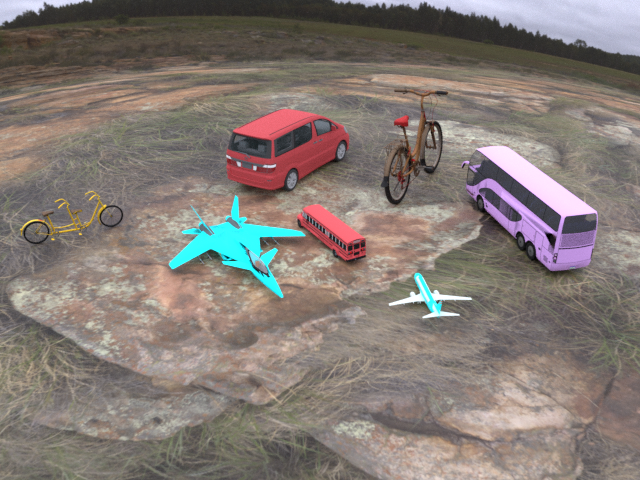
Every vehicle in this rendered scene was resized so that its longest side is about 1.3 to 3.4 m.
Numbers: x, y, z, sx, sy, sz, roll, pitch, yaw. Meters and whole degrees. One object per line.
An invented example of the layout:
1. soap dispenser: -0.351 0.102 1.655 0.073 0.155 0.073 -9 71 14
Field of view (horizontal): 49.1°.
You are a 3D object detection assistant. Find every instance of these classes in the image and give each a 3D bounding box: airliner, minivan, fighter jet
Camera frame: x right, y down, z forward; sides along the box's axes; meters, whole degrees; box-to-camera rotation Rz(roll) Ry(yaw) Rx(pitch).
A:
1. airliner: 1.499 0.695 9.701 1.161 0.429 1.307 -3 28 -7
2. minivan: -0.547 -1.933 13.851 1.324 1.197 3.011 16 32 28
3. fighter jet: -1.153 0.107 10.676 2.229 0.557 2.640 -14 31 -25

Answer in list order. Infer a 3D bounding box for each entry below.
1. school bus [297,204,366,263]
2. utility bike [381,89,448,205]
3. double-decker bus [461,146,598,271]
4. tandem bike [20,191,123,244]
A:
1. school bus: 0.141 -0.158 11.309 0.365 0.434 1.708 -15 31 -26
2. utility bike: 1.682 -1.843 12.995 1.039 1.839 2.791 15 31 26
3. double-decker bus: 3.350 -0.639 11.558 0.756 1.052 3.251 -7 29 -12
4. tandem bike: -4.059 -0.381 11.466 1.642 0.682 0.283 -15 31 -26
